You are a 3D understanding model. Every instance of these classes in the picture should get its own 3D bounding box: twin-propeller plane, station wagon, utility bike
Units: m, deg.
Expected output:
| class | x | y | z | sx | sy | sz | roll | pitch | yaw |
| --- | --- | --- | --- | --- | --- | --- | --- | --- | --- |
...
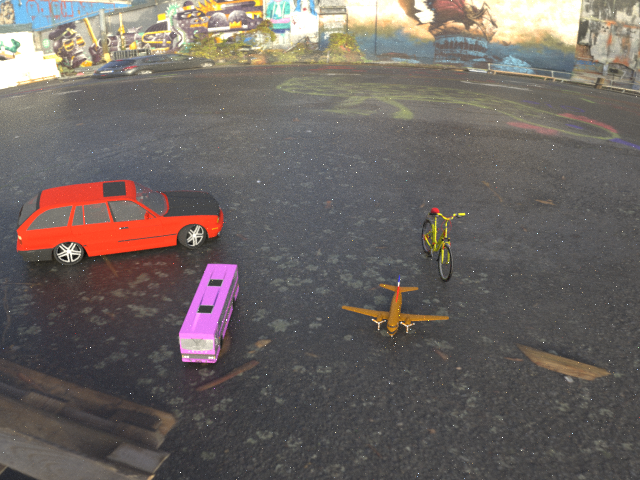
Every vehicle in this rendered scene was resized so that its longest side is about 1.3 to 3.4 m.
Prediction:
| class | x | y | z | sx | sy | sz | roll | pitch | yaw |
| --- | --- | --- | --- | --- | --- | --- | --- | --- | --- |
| twin-propeller plane | 0.976 | 0.857 | 9.045 | 1.370 | 0.407 | 1.095 | 5 | 28 | 10 |
| station wagon | -3.074 | -0.393 | 10.910 | 3.105 | 0.920 | 1.327 | -7 | 28 | -14 |
| utility bike | 1.765 | -0.058 | 10.233 | 0.535 | 0.946 | 1.435 | -4 | 28 | -8 |

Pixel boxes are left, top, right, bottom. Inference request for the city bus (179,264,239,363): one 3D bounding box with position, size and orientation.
| class | x | y | z | sx | sy | sz | roll | pitch | yaw |
| --- | --- | --- | --- | --- | --- | --- | --- | --- | --- |
| city bus | -1.376 | 0.906 | 8.893 | 0.476 | 0.460 | 1.674 | 2 | 27 | 3 |
